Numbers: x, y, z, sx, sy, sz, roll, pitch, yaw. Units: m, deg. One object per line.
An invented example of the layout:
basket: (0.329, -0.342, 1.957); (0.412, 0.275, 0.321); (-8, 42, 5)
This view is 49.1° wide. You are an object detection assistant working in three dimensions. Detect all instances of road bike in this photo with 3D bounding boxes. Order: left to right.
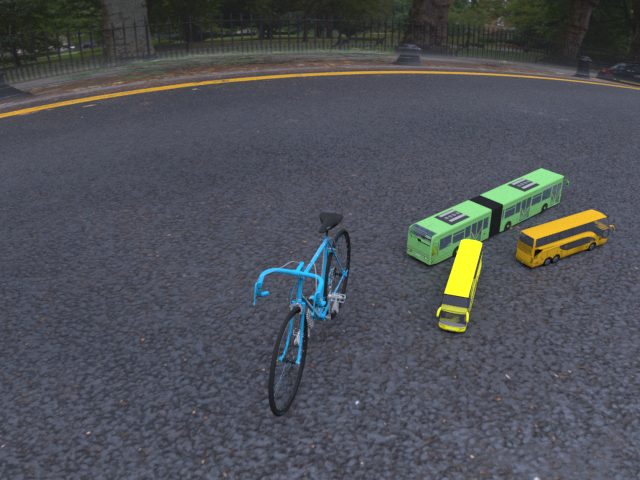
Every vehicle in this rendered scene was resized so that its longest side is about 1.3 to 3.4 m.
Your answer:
road bike: (-0.050, 0.642, 8.066); (0.696, 1.656, 3.004); (8, 30, 15)

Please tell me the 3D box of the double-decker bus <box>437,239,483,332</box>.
double-decker bus: (1.889, 0.597, 9.308); (0.389, 0.541, 1.672); (9, 30, 16)

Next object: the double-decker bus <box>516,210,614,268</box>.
double-decker bus: (3.670, -0.038, 10.469); (1.672, 0.541, 0.389); (-15, 32, -25)

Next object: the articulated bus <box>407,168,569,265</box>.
articulated bus: (2.731, -0.428, 11.158); (3.401, 0.561, 0.605); (-22, 36, -35)
